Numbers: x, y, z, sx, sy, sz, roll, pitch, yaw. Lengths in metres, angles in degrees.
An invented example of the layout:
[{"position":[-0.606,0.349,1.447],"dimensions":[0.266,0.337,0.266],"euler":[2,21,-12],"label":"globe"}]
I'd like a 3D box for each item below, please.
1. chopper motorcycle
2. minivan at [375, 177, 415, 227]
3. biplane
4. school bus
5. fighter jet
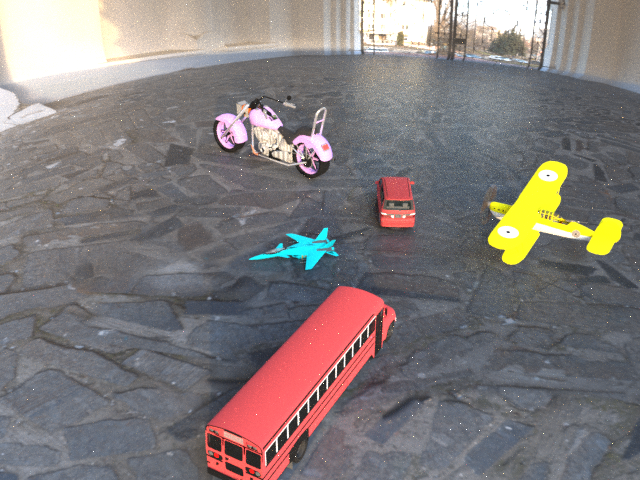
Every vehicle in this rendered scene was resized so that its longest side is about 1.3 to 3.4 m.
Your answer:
[{"position":[-0.994,-2.156,13.660],"dimensions":[3.040,1.480,0.906],"euler":[23,37,34],"label":"chopper motorcycle"},{"position":[1.299,-0.754,12.060],"dimensions":[0.681,0.616,1.548],"euler":[1,30,2],"label":"minivan"},{"position":[3.513,-0.256,10.810],"dimensions":[2.120,0.981,2.598],"euler":[18,34,29],"label":"biplane"},{"position":[-0.035,1.447,7.939],"dimensions":[0.709,0.844,3.322],"euler":[15,33,25],"label":"school bus"},{"position":[-0.442,0.122,10.846],"dimensions":[1.358,0.286,1.147],"euler":[-9,31,-15],"label":"fighter jet"}]
